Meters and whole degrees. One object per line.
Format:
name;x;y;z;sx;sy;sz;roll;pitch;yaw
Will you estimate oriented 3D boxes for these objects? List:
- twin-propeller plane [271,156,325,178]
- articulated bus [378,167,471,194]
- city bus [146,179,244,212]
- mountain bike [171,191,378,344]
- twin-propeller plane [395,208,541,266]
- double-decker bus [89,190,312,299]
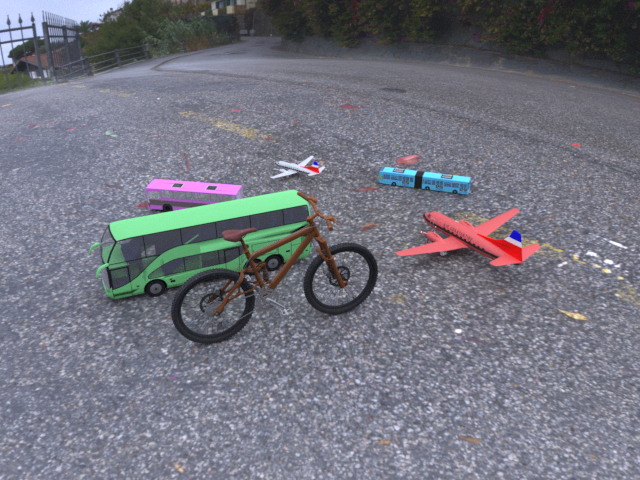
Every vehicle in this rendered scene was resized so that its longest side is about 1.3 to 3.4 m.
twin-propeller plane;-0.459;-1.458;13.844;1.095;0.407;1.370;18;34;30
articulated bus;2.000;-1.137;13.381;1.749;0.289;0.311;9;30;16
city bus;-2.221;-0.743;12.482;1.674;0.460;0.476;5;29;9
mountain bike;-0.530;0.430;9.061;2.857;1.688;1.114;-11;31;-19
twin-propeller plane;2.357;-0.127;11.011;2.663;0.792;2.129;-19;34;-30
double-decker bus;-1.707;0.055;10.408;3.251;1.052;0.756;-12;31;-20
